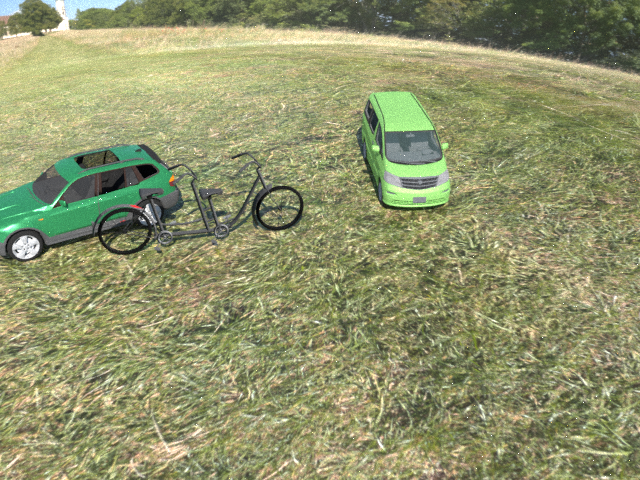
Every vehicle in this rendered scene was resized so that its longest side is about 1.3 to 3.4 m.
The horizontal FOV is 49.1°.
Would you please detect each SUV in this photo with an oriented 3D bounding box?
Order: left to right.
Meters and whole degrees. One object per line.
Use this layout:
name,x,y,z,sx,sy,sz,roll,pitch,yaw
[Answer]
SUV,-3.746,-0.687,10.880,3.058,1.128,1.276,-18,34,-28

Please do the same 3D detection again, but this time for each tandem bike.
tandem bike,-1.774,-0.541,10.424,3.192,1.326,0.550,-9,31,-16

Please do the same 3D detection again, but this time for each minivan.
minivan,1.484,-1.665,12.523,1.324,1.197,3.011,-3,30,-4
